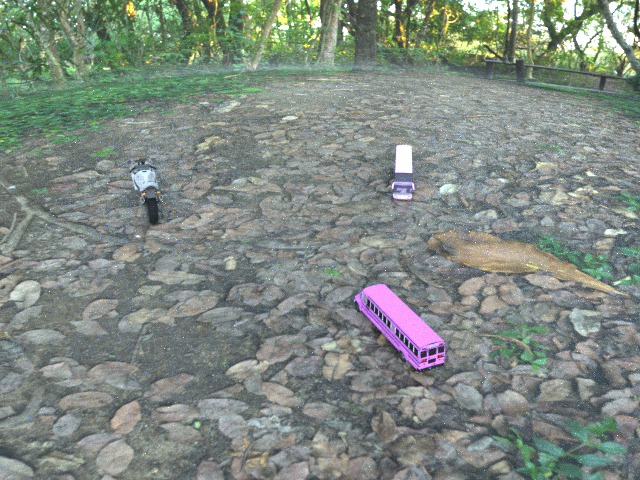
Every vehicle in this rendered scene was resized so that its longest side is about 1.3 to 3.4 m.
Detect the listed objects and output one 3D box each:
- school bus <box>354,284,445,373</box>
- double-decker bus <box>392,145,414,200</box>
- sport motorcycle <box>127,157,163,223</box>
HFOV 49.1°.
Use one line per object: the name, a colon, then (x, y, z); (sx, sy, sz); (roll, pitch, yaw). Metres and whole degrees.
school bus: (0.923, 1.003, 8.586); (0.365, 0.434, 1.708); (-11, 28, -21)
double-decker bus: (1.548, -1.258, 13.038); (0.389, 0.541, 1.672); (3, 26, 6)
sport motorcycle: (-2.957, -0.875, 11.947); (0.506, 0.821, 1.520); (-9, 28, -18)
